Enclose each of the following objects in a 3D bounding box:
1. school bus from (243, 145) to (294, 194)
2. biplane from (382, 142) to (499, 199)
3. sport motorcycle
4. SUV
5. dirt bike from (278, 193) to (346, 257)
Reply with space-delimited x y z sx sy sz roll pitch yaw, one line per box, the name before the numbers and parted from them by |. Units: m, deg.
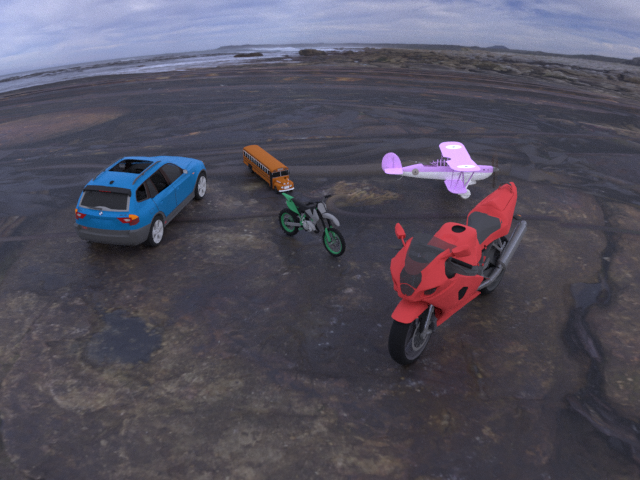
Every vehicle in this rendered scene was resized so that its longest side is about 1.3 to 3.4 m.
school bus | -1.006 -1.380 13.558 0.365 0.434 1.708 -14 30 -25
biplane | 2.187 -1.284 12.776 2.120 0.981 2.598 2 27 3
sport motorcycle | 1.741 0.363 8.912 0.983 1.596 2.955 20 33 33
SUV | -2.945 -0.877 11.825 1.276 1.128 3.058 6 28 12
dirt bike | -0.140 -0.302 11.007 0.527 0.857 1.493 -24 36 -38
